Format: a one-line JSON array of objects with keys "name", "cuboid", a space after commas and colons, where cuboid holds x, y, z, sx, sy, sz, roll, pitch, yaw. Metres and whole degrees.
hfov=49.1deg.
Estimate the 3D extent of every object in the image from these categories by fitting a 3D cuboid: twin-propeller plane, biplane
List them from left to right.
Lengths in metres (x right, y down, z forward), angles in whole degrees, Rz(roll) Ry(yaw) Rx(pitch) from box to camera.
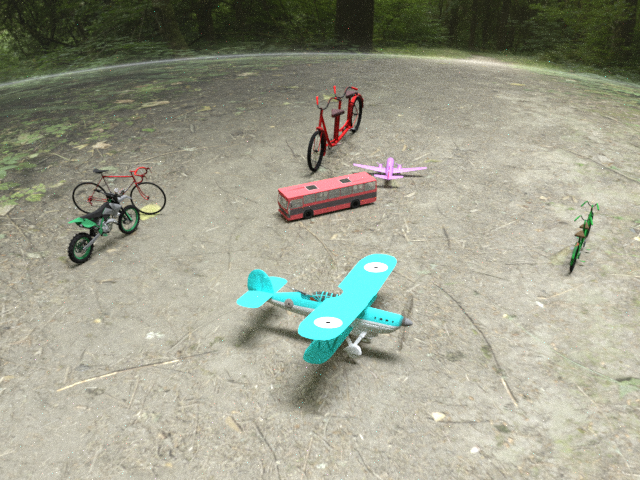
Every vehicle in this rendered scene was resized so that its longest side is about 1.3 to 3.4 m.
[{"name": "biplane", "cuboid": [0.094, 0.791, 8.432, 2.120, 0.981, 2.598, 11, 30, 19]}, {"name": "twin-propeller plane", "cuboid": [1.295, -1.364, 13.003, 1.370, 0.407, 1.095, 4, 29, 6]}]

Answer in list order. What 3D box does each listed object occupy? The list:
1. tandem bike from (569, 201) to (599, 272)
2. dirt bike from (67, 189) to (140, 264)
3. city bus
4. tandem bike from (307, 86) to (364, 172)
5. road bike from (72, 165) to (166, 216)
[{"name": "tandem bike", "cuboid": [3.913, -0.108, 10.401, 0.283, 0.682, 1.642, 14, 32, 25]}, {"name": "dirt bike", "cuboid": [-3.251, -0.274, 10.523, 0.527, 0.857, 1.493, 14, 32, 25]}, {"name": "city bus", "cuboid": [0.133, -0.729, 11.778, 1.674, 0.460, 0.476, -13, 31, -23]}, {"name": "tandem bike", "cuboid": [0.363, -2.443, 14.030, 0.550, 1.326, 3.192, 10, 30, 18]}, {"name": "road bike", "cuboid": [-3.312, -0.797, 11.493, 1.545, 0.852, 0.358, 0, 28, 0]}]
